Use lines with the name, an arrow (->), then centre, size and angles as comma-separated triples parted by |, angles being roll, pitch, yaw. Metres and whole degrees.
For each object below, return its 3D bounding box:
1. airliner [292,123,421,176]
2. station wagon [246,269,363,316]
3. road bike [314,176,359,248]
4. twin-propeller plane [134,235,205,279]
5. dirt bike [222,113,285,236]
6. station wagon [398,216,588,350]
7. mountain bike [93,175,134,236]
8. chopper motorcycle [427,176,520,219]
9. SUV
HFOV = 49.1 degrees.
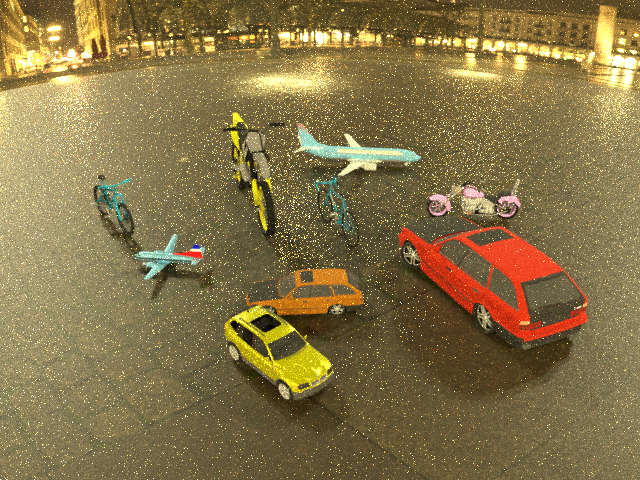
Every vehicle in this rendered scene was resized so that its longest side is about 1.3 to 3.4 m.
airliner -> 0.759, -1.902, 14.018 | 2.541, 0.835, 2.257 | 2, 29, 4
station wagon -> -0.216, 0.699, 9.614 | 1.597, 0.473, 0.682 | -2, 29, -4
road bike -> 0.284, -0.491, 11.407 | 0.358, 0.852, 1.545 | -12, 31, -21
twin-propeller plane -> -2.299, 0.219, 10.566 | 1.095, 0.407, 1.370 | 4, 29, 7
dirt bike -> -1.171, -1.287, 12.019 | 1.024, 1.666, 2.903 | -8, 30, -15
station wagon -> 2.296, 0.320, 9.843 | 1.327, 0.920, 3.105 | -13, 31, -22
mountain bike -> -3.471, -0.640, 11.664 | 0.573, 0.868, 1.469 | -21, 35, -34
chopper motorcycle -> 2.618, -0.712, 11.909 | 1.563, 0.761, 0.466 | 3, 29, 5
SUV -> -0.524, 1.301, 8.397 | 0.656, 0.580, 1.572 | -24, 36, -36
